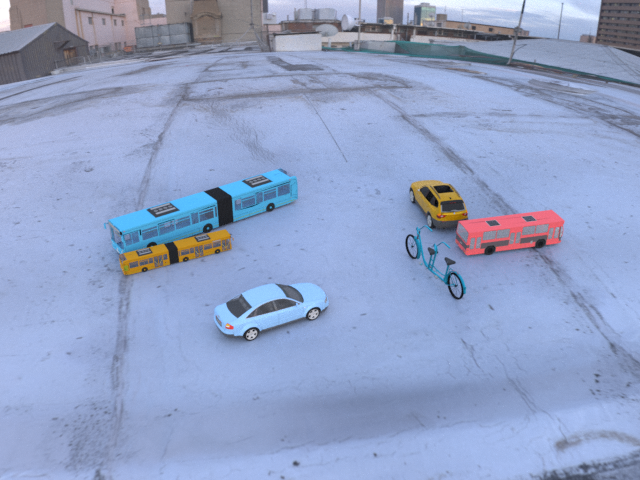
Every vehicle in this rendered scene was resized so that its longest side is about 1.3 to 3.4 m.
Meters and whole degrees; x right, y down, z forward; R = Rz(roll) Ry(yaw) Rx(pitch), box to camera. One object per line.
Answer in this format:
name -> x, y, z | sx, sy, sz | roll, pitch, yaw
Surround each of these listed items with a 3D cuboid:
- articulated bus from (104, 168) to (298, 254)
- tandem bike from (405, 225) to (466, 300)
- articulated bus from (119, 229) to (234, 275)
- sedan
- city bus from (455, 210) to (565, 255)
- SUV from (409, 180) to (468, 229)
articulated bus -> -1.886, -0.506, 11.825 | 3.401, 0.561, 0.605 | -21, 36, -32
tandem bike -> 1.688, 0.267, 10.346 | 0.283, 0.682, 1.642 | -12, 32, -21
articulated bus -> -2.214, 0.182, 10.893 | 1.749, 0.289, 0.311 | -15, 33, -24
sedan -> -0.639, 0.877, 9.475 | 1.613, 0.483, 0.635 | -15, 33, -25
city bus -> 3.040, -0.104, 11.222 | 1.674, 0.460, 0.476 | -7, 30, -12
SUV -> 2.058, -0.716, 12.175 | 0.656, 0.580, 1.572 | -6, 30, -10
